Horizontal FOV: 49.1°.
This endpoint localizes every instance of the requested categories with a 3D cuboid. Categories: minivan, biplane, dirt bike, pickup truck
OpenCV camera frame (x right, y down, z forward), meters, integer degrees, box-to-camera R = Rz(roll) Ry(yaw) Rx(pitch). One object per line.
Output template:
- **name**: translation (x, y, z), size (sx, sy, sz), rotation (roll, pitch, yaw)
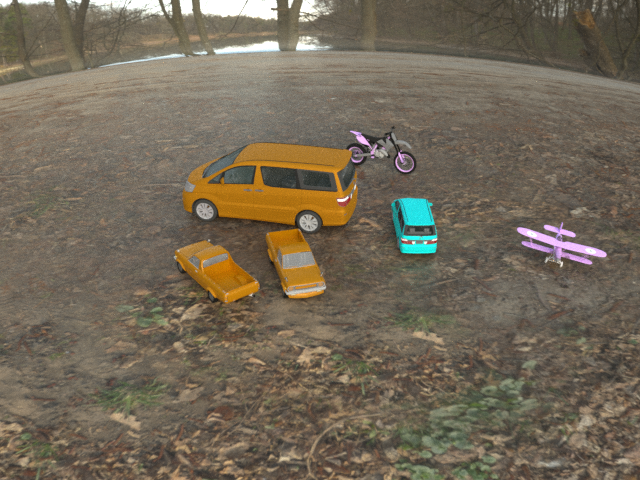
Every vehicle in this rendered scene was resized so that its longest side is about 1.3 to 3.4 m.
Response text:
- **minivan**: translation (1.530, -0.340, 11.455), size (0.681, 0.616, 1.548), rotation (0, 30, 0)
- **biplane**: translation (3.718, 0.077, 10.846), size (1.336, 0.504, 1.090), rotation (9, 31, 16)
- **dirt bike**: translation (1.189, -1.774, 13.689), size (1.493, 0.857, 0.527), rotation (13, 33, 22)
- **minivan**: translation (-0.882, -0.987, 11.992), size (3.011, 1.197, 1.324), rotation (7, 31, 11)
- **pickup truck**: translation (-0.389, 0.285, 10.480), size (0.640, 0.511, 1.603), rotation (-8, 31, -13)
- **pickup truck**: translation (-1.539, 0.417, 10.252), size (0.640, 0.511, 1.603), rotation (-21, 36, -31)
